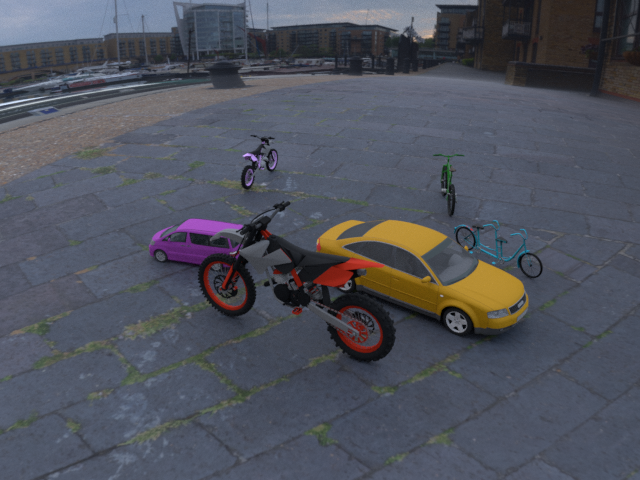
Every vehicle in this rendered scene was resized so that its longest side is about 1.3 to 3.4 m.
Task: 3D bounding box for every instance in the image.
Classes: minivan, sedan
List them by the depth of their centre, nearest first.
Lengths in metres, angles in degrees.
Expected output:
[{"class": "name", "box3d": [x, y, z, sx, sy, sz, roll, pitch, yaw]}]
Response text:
[{"class": "sedan", "box3d": [1.370, 0.369, 9.775, 3.137, 0.940, 1.235, 19, 32, 33]}, {"class": "minivan", "box3d": [-1.900, 0.021, 10.841, 1.548, 0.616, 0.681, 8, 28, 16]}]

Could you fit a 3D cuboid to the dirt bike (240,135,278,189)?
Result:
[{"class": "dirt bike", "box3d": [-1.193, -1.597, 13.832, 0.527, 0.857, 1.493, 11, 28, 21]}]

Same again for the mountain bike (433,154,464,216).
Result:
[{"class": "mountain bike", "box3d": [2.339, -1.051, 12.719, 0.573, 0.868, 1.469, 1, 26, 2]}]

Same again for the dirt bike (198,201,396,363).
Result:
[{"class": "dirt bike", "box3d": [-0.386, 0.499, 8.694, 2.903, 1.666, 1.024, 14, 30, 27]}]

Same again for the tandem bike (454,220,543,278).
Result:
[{"class": "tandem bike", "box3d": [2.711, 0.045, 10.718, 0.283, 0.682, 1.642, -21, 33, -36]}]
